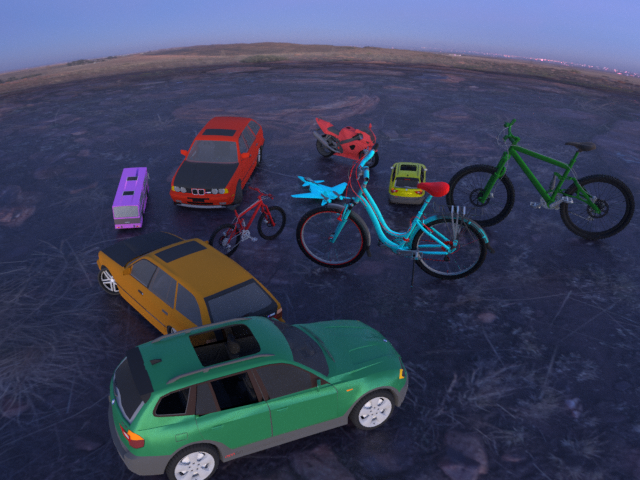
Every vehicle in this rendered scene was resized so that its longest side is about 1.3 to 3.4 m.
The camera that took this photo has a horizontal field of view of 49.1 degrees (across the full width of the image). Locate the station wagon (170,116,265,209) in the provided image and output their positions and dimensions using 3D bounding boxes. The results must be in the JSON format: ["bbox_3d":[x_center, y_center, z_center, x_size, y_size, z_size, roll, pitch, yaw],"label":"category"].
[{"bbox_3d":[-1.858,-1.549,13.010,1.327,0.920,3.105,3,28,6],"label":"station wagon"}]

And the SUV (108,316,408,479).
[{"bbox_3d":[-0.586,1.403,7.112,3.058,1.128,1.276,-12,30,-21],"label":"SUV"}]

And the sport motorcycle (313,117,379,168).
[{"bbox_3d":[0.526,-1.934,13.857,1.520,0.821,0.506,19,33,32],"label":"sport motorcycle"}]

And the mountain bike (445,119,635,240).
[{"bbox_3d":[3.417,-0.867,10.869,2.857,1.688,1.114,6,28,12],"label":"mountain bike"}]

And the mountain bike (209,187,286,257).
[{"bbox_3d":[-1.080,-0.258,10.586,1.469,0.868,0.573,-23,36,-37],"label":"mountain bike"}]

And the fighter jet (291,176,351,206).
[{"bbox_3d":[-0.062,-1.012,12.666,1.147,0.286,1.358,-16,31,-28],"label":"fighter jet"}]

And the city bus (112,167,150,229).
[{"bbox_3d":[-3.194,-0.715,11.906,0.476,0.460,1.674,-4,28,-7],"label":"city bus"}]

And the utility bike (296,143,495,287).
[{"bbox_3d":[1.004,-0.256,9.530,2.791,1.839,1.039,5,28,10],"label":"utility bike"}]

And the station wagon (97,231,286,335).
[{"bbox_3d":[-1.792,0.512,9.050,1.327,0.920,3.105,-22,34,-35],"label":"station wagon"}]

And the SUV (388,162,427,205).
[{"bbox_3d":[1.577,-1.105,12.526,0.656,0.580,1.572,4,28,8],"label":"SUV"}]
